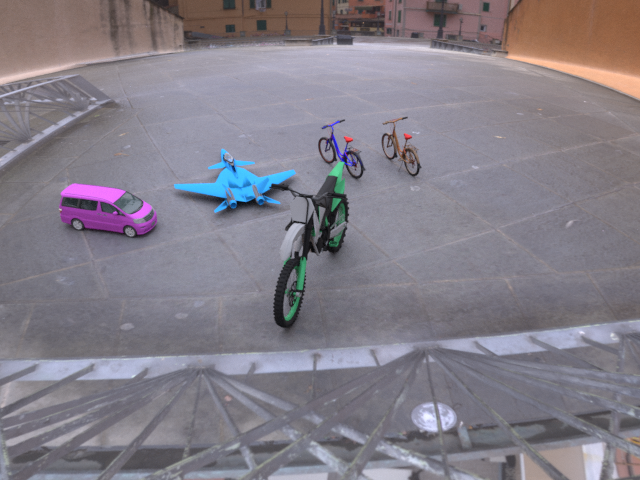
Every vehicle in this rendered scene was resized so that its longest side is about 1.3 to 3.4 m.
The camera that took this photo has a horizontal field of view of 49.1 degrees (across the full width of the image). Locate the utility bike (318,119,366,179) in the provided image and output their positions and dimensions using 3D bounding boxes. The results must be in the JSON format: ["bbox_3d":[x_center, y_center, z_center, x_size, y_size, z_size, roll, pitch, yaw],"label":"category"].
[{"bbox_3d":[0.353,-1.719,13.178,0.535,0.946,1.435,-20,36,-31],"label":"utility bike"}]

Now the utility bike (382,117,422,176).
[{"bbox_3d":[1.499,-1.804,13.324,0.535,0.946,1.435,-13,33,-22],"label":"utility bike"}]

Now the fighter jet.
[{"bbox_3d":[-1.596,-1.336,12.908,2.229,0.557,2.640,-8,31,-14],"label":"fighter jet"}]

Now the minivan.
[{"bbox_3d":[-3.451,-0.504,11.425,1.548,0.616,0.681,7,31,12],"label":"minivan"}]

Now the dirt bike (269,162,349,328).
[{"bbox_3d":[-0.057,-0.103,9.697,1.024,1.666,2.903,10,32,16],"label":"dirt bike"}]
